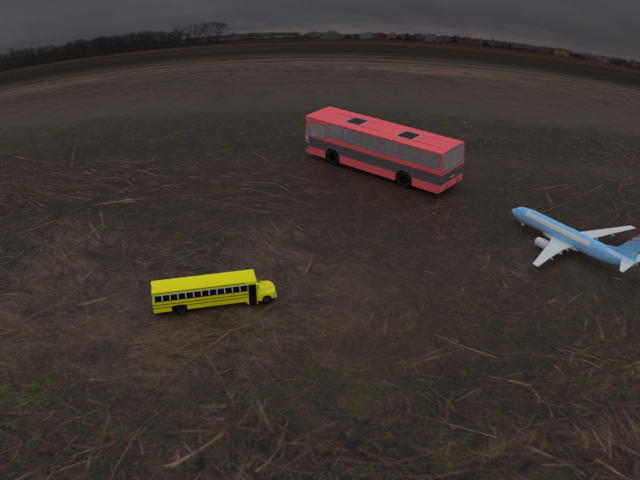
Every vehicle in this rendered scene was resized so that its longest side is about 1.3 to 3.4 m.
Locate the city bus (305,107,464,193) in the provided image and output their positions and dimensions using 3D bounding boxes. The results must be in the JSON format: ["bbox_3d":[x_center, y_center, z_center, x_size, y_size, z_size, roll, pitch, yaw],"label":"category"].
[{"bbox_3d":[1.188,-1.773,13.713,3.255,0.894,0.926,22,36,34],"label":"city bus"}]

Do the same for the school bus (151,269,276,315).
[{"bbox_3d":[-1.463,0.711,9.707,1.708,0.434,0.365,-6,30,-11],"label":"school bus"}]

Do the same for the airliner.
[{"bbox_3d":[3.966,-0.202,10.941,2.257,0.835,2.541,-17,33,-28],"label":"airliner"}]
